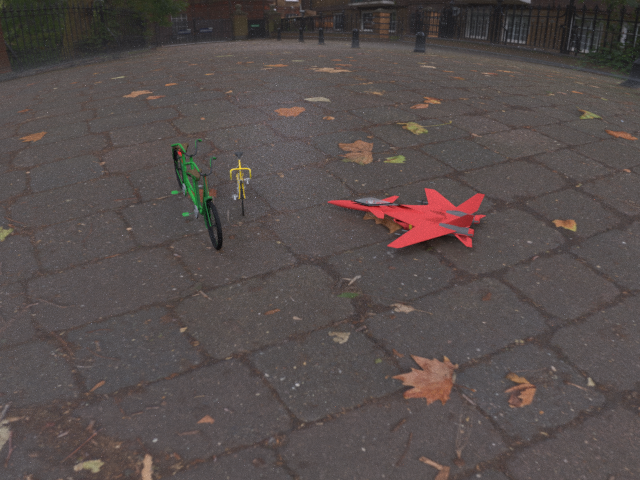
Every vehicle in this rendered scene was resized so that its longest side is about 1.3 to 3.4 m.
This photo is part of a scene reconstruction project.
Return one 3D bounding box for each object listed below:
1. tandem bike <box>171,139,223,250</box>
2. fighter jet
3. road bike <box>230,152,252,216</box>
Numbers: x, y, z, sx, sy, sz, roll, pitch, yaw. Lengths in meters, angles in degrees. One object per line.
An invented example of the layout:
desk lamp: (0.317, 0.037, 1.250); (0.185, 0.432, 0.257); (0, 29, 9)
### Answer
tandem bike: (-2.097, -1.008, 11.638); (0.550, 1.326, 3.192); (-12, 32, -19)
fighter jet: (1.350, -0.559, 11.628); (2.640, 0.557, 2.229); (12, 32, 19)
road bike: (-1.381, -1.048, 12.185); (0.358, 0.852, 1.545); (-4, 30, -7)
